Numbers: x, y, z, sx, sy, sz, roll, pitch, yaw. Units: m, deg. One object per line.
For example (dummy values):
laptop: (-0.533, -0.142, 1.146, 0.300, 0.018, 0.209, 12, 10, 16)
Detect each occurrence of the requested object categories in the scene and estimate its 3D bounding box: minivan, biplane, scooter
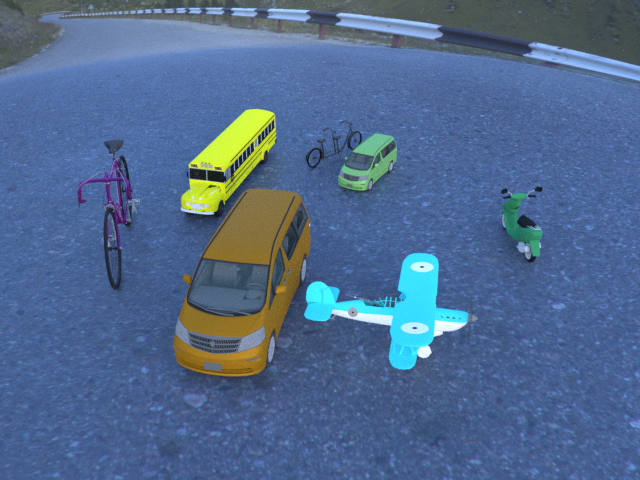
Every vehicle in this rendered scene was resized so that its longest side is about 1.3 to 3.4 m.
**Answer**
minivan: (-0.941, 0.452, 9.192, 1.324, 1.197, 3.011, 6, 30, 10)
minivan: (0.902, -1.459, 13.085, 0.681, 0.616, 1.548, 15, 33, 24)
biplane: (0.874, 0.866, 8.691, 2.120, 0.981, 2.598, 5, 30, 9)
scooter: (3.112, -0.319, 10.807, 0.662, 0.919, 1.399, -3, 30, -6)

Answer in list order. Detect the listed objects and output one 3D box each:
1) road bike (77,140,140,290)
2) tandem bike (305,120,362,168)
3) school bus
road bike: (-3.037, -0.551, 10.471, 0.696, 1.656, 3.004, -4, 30, -7)
tandem bike: (0.290, -1.923, 13.823, 0.283, 0.682, 1.642, 25, 38, 36)
school bus: (-1.630, -1.471, 12.878, 0.709, 0.844, 3.322, 8, 31, 13)
